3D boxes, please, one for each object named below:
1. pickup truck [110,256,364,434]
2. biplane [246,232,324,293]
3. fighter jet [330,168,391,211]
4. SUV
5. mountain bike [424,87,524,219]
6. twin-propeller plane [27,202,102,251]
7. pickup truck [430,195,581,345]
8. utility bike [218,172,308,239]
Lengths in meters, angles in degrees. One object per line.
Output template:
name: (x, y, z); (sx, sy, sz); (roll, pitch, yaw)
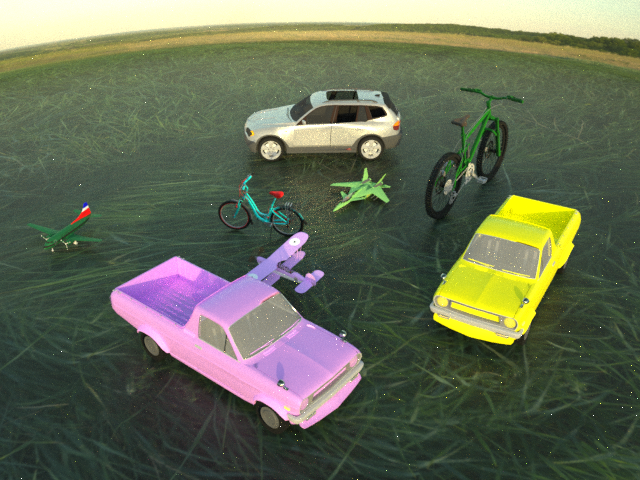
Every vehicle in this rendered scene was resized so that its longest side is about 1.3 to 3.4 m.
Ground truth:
pickup truck: (-1.027, 0.990, 8.018); (3.117, 0.993, 1.244); (22, 37, 33)
biplane: (-0.492, 0.432, 9.462); (1.090, 0.504, 1.336); (22, 36, 32)
fighter jet: (0.607, -0.821, 11.829); (1.147, 0.286, 1.358); (20, 36, 30)
SUV: (0.059, -2.267, 13.476); (3.058, 1.128, 1.276); (-1, 30, -1)
mountain bike: (2.508, -1.470, 11.552); (1.114, 1.688, 2.857); (21, 36, 31)
twin-propeller plane: (-3.828, -0.190, 10.627); (1.370, 0.407, 1.095); (11, 32, 19)
pickup truck: (2.577, 0.207, 9.363); (1.244, 0.993, 3.117); (17, 34, 26)
utility bike: (-0.898, -0.476, 10.582); (1.435, 0.946, 0.535); (7, 31, 12)
